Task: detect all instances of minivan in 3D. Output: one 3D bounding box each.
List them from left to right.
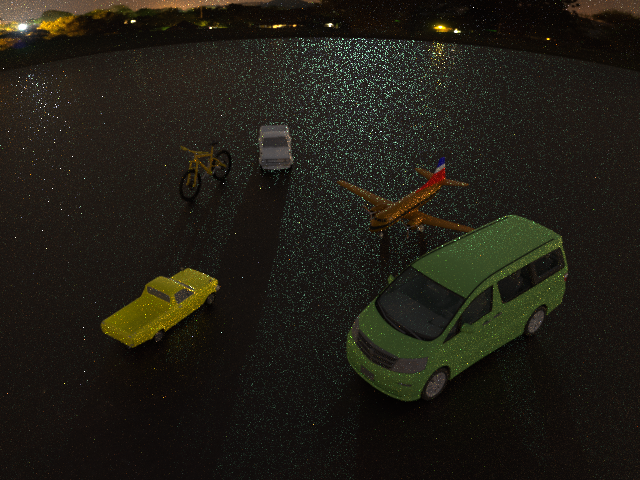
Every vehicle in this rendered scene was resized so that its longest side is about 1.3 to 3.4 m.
[{"bbox_3d":[1.698,0.737,8.466,3.011,1.197,1.324,-22,38,-33],"label":"minivan"}]

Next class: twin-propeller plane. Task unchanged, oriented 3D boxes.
[{"bbox_3d":[1.449,-0.680,11.228,2.663,0.792,2.129,24,38,34],"label":"twin-propeller plane"}]

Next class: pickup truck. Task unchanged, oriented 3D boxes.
[{"bbox_3d":[-2.023,0.814,9.005,0.640,0.511,1.603,19,36,29],"label":"pickup truck"},{"bbox_3d":[-0.863,-1.843,13.445,0.640,0.511,1.603,-2,31,-4],"label":"pickup truck"}]

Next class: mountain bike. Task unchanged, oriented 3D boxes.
[{"bbox_3d":[-1.982,-1.265,12.131,0.573,0.868,1.469,16,34,24],"label":"mountain bike"}]
